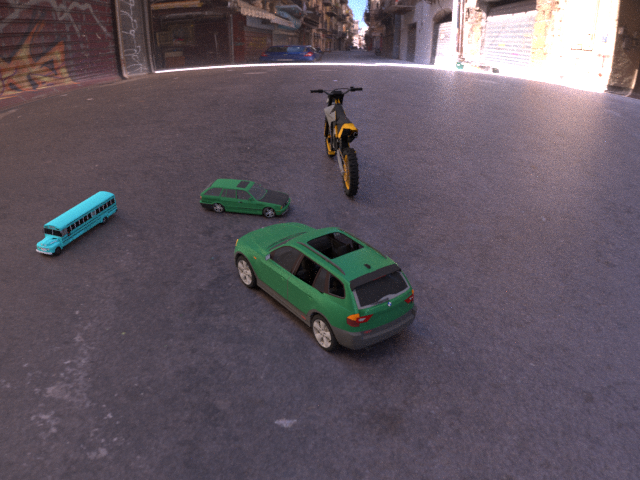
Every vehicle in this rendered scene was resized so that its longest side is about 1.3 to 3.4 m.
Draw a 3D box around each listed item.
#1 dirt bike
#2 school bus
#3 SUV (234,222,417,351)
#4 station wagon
[{"bbox_3d":[0.373,-2.051,13.616,1.024,1.666,2.903,-4,28,-8],"label":"dirt bike"},{"bbox_3d":[-4.028,-0.287,11.610,0.365,0.434,1.708,11,30,19],"label":"school bus"},{"bbox_3d":[-0.021,0.393,9.590,1.276,1.128,3.058,-19,33,-32],"label":"SUV"},{"bbox_3d":[-1.323,-0.777,12.490,1.597,0.473,0.682,6,29,12],"label":"station wagon"}]
